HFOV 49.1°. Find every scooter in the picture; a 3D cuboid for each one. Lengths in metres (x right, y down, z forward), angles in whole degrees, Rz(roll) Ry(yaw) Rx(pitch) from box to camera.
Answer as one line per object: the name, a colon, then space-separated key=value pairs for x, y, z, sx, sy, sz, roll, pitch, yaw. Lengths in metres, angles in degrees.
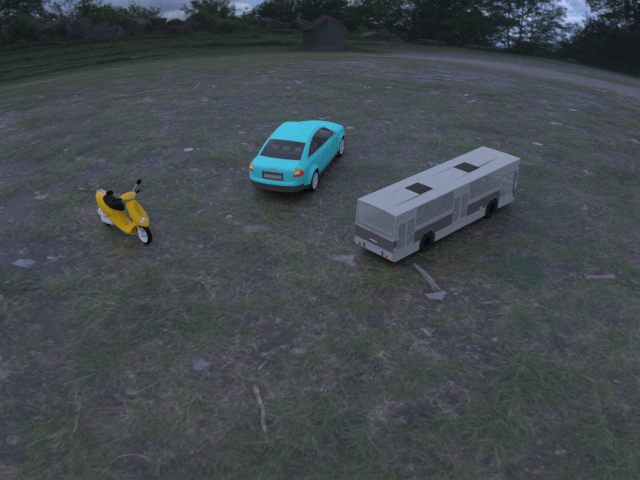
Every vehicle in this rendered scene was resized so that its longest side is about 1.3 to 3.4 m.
scooter: x=-3.185 y=-0.509 z=11.253 sx=1.399 sy=0.919 sz=0.662 roll=22 pitch=36 yaw=34

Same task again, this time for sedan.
sedan: x=-0.366 y=-1.812 z=13.588 sx=1.235 sy=0.940 sz=3.137 roll=9 pitch=30 yaw=16

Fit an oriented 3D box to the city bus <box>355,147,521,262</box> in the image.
city bus: x=1.997 y=-0.619 z=11.477 sx=3.255 sy=0.894 sz=0.926 roll=-24 pitch=37 yaw=-37
